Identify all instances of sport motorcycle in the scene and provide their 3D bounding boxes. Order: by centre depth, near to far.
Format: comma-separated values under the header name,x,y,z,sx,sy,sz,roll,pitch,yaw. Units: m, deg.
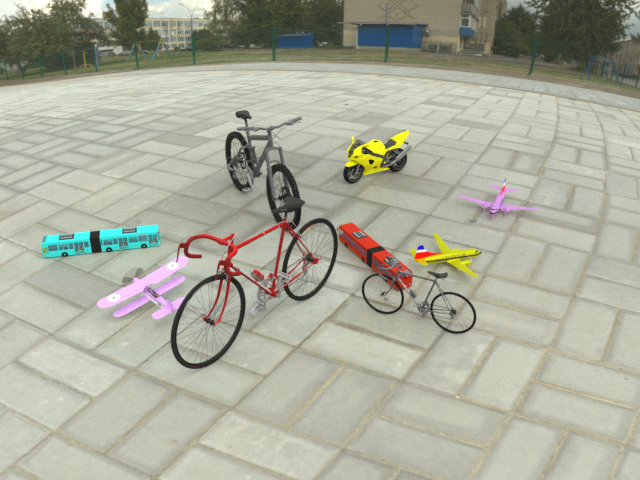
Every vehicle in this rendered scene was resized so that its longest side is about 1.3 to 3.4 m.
name,x,y,z,sx,sy,sz,roll,pitch,yaw
sport motorcycle,1.068,-1.575,13.182,1.520,0.821,0.506,-18,33,-30

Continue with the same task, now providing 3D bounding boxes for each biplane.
name,x,y,z,sx,sy,sz,roll,pitch,yaw
biplane,-2.207,0.729,9.176,1.336,0.504,1.090,-23,35,-36

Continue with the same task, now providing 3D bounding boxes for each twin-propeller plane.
name,x,y,z,sx,sy,sz,roll,pitch,yaw
twin-propeller plane,1.891,0.196,10.284,1.095,0.407,1.370,-8,29,-14
twin-propeller plane,3.068,-0.712,11.996,1.370,0.407,1.095,12,30,21

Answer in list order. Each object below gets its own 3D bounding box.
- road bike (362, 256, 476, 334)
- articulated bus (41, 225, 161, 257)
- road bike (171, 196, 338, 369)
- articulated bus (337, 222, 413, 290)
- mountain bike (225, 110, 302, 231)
name,x,y,z,sx,sy,sz,roll,pitch,yaw
road bike,1.237,0.696,8.868,1.545,0.852,0.358,14,31,24
articulated bus,-3.335,0.016,10.750,1.749,0.289,0.311,-6,29,-12
road bike,-0.694,0.385,8.596,0.696,1.656,3.004,20,34,33
articulated bus,0.788,0.212,10.381,0.311,0.289,1.749,-13,31,-24
mountain bike,-1.026,-1.308,11.754,1.114,1.688,2.857,-15,31,-25
